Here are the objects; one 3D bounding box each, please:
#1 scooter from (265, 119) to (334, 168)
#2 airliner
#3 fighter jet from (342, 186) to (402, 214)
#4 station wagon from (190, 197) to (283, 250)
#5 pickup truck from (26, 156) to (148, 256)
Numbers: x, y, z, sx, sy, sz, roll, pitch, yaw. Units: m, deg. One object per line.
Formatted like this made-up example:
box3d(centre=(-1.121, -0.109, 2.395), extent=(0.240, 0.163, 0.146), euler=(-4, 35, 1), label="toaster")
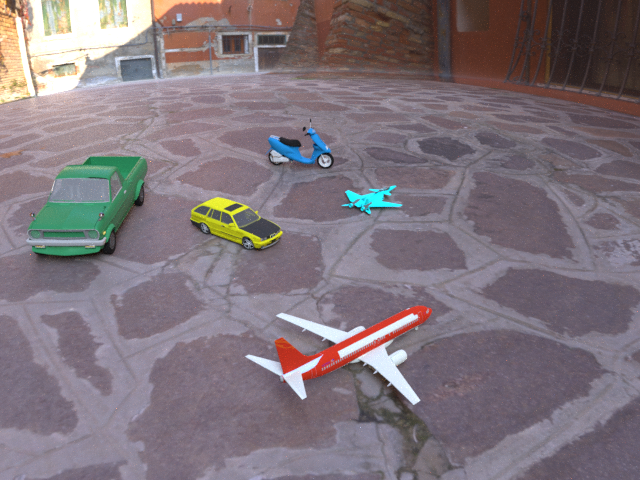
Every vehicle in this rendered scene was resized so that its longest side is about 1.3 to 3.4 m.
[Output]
box3d(centre=(-0.409, -1.890, 13.898), extent=(1.399, 0.919, 0.662), euler=(5, 26, 10), label="scooter")
box3d(centre=(0.457, 1.038, 7.982), extent=(2.541, 0.835, 2.257), euler=(-21, 33, -37), label="airliner")
box3d(centre=(1.010, -0.844, 12.472), extent=(1.147, 0.286, 1.358), euler=(18, 31, 32), label="fighter jet")
box3d(centre=(-1.337, -0.299, 11.141), extent=(1.597, 0.473, 0.682), euler=(19, 32, 33), label="station wagon")
box3d(centre=(-3.707, -0.737, 11.447), extent=(1.244, 0.993, 3.117), euler=(0, 26, 0), label="pickup truck")
